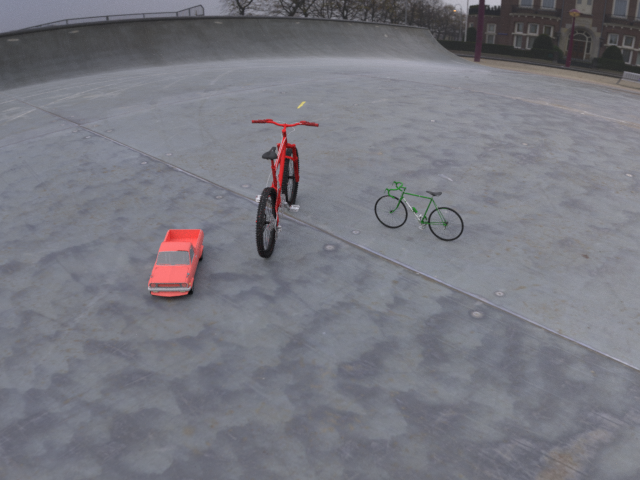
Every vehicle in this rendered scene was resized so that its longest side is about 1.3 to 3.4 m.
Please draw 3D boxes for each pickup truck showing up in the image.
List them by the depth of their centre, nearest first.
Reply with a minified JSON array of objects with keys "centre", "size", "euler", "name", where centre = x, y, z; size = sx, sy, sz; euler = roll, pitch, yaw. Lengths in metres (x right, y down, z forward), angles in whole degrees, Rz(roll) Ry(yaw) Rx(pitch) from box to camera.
[{"centre":[-2.105,0.262,10.348],"size":[0.640,0.511,1.603],"euler":[0,28,-1],"name":"pickup truck"}]

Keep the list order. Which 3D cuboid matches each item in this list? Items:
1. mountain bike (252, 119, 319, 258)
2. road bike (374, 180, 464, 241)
[{"centre":[-0.653,-0.946,11.344],"size":[1.114,1.688,2.857],"euler":[4,29,8],"name":"mountain bike"},{"centre":[1.594,-0.472,11.347],"size":[1.545,0.852,0.358],"euler":[14,31,24],"name":"road bike"}]
